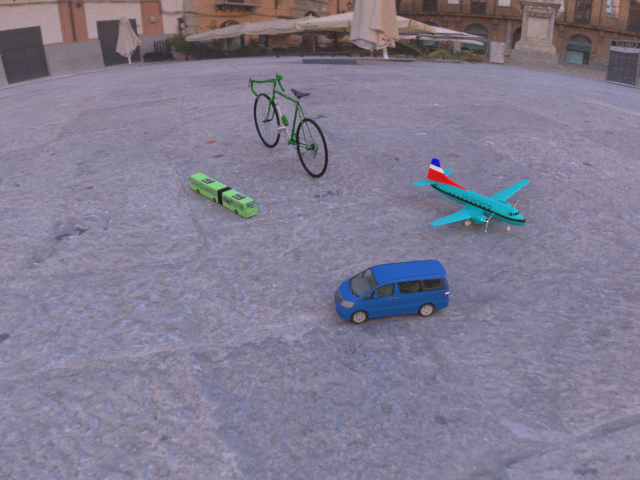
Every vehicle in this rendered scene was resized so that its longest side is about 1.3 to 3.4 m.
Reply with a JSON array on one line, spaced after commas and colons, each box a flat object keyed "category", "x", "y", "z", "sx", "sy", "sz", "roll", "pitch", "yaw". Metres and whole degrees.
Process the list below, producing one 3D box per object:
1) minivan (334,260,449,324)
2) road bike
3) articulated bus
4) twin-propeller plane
[{"category": "minivan", "x": 0.971, "y": 0.680, "z": 9.570, "sx": 1.548, "sy": 0.616, "sz": 0.681, "roll": -5, "pitch": 29, "yaw": -9}, {"category": "road bike", "x": -0.645, "y": -2.356, "z": 13.997, "sx": 0.696, "sy": 1.656, "sz": 3.004, "roll": -16, "pitch": 33, "yaw": -27}, {"category": "articulated bus", "x": -1.762, "y": -0.822, "z": 12.632, "sx": 0.311, "sy": 0.289, "sz": 1.749, "roll": -24, "pitch": 37, "yaw": -37}, {"category": "twin-propeller plane", "x": 2.648, "y": -0.779, "z": 12.032, "sx": 2.663, "sy": 0.792, "sz": 2.129, "roll": -23, "pitch": 36, "yaw": -35}]
